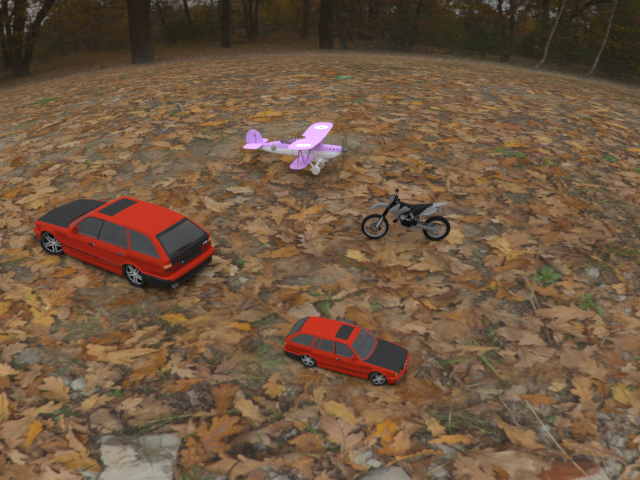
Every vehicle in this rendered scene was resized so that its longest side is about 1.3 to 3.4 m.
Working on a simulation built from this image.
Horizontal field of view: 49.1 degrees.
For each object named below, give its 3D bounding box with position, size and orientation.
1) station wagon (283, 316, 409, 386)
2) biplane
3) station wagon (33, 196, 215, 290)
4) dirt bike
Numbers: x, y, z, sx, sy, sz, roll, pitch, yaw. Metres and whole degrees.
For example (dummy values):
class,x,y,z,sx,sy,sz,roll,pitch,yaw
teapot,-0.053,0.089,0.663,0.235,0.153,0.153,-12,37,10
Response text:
class,x,y,z,sx,sy,sz,roll,pitch,yaw
station wagon,0.346,1.369,8.944,1.597,0.473,0.682,12,31,19
biplane,-0.465,-1.881,14.174,2.120,0.981,2.598,6,30,10
station wagon,-3.208,-0.147,11.170,3.105,0.920,1.327,16,33,27
dirt bike,1.436,-0.374,11.636,1.493,0.857,0.527,1,30,2
